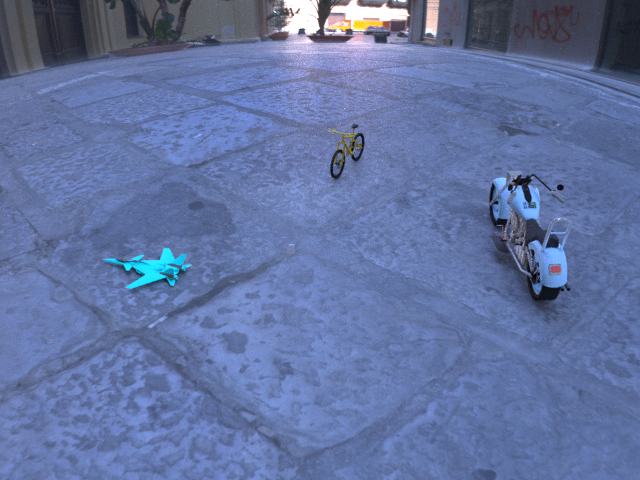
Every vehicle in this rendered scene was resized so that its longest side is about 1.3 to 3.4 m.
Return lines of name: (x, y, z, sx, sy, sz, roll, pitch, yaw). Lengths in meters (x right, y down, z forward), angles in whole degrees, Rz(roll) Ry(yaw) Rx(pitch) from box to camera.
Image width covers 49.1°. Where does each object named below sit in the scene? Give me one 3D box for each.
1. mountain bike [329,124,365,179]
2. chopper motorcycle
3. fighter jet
mountain bike: (0.540, -1.772, 13.467, 0.573, 0.868, 1.469, 15, 34, 23)
chopper motorcycle: (3.071, -0.347, 10.483, 0.906, 1.480, 3.040, -1, 31, -2)
fighter jet: (-2.677, 0.334, 10.506, 1.358, 0.286, 1.147, 9, 32, 15)
